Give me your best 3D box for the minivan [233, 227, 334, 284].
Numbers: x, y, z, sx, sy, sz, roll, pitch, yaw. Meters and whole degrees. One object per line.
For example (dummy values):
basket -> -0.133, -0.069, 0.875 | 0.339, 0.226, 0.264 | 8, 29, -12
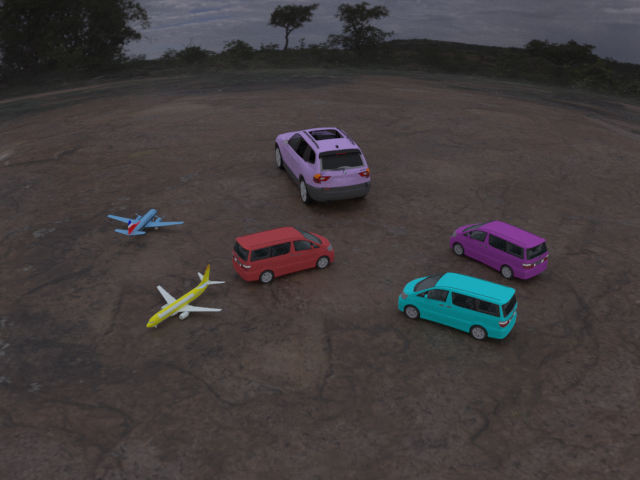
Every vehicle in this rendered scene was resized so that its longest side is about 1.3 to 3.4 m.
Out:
minivan -> -0.531, 0.161, 10.565 | 1.548, 0.616, 0.681 | -14, 30, -25

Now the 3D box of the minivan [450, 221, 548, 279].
minivan -> 2.717, 0.067, 10.750 | 0.681, 0.616, 1.548 | -20, 33, -34

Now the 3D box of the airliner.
airliner -> -1.903, 0.775, 9.558 | 1.161, 0.429, 1.307 | 16, 31, 29

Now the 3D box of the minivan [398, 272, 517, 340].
minivan -> 1.808, 0.803, 9.297 | 1.548, 0.616, 0.681 | 15, 31, 28

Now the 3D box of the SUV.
SUV -> 0.004, -1.639, 13.549 | 1.276, 1.128, 3.058 | -8, 28, -15

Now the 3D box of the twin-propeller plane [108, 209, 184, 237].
twin-propeller plane -> -2.983, -0.337, 11.778 | 1.370, 0.407, 1.095 | 5, 27, 11
